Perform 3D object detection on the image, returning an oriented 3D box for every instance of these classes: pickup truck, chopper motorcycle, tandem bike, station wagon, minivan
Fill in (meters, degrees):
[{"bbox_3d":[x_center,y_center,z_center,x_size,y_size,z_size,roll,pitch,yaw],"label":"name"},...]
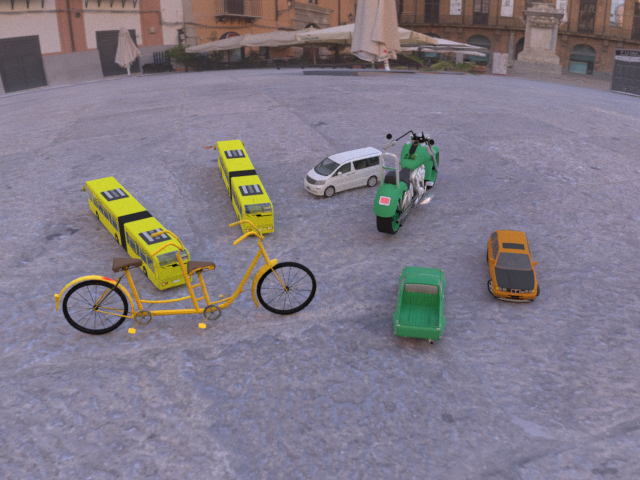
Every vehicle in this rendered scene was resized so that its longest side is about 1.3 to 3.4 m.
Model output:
[{"bbox_3d":[1.289,0.749,8.960,0.640,0.511,1.603,4,27,9],"label":"pickup truck"},{"bbox_3d":[1.539,-1.182,11.737,0.906,1.480,3.040,11,28,20],"label":"chopper motorcycle"},{"bbox_3d":[-1.613,0.480,8.588,3.192,1.326,0.550,-5,27,-10],"label":"tandem bike"},{"bbox_3d":[2.705,0.309,9.883,0.682,0.473,1.597,4,27,9],"label":"station wagon"},{"bbox_3d":[0.451,-1.262,12.864,1.548,0.616,0.681,-15,30,-28],"label":"minivan"}]

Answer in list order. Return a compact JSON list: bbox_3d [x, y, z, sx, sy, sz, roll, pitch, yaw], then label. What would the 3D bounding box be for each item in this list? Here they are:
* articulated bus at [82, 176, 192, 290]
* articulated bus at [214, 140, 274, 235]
[{"bbox_3d":[-2.874,-0.197,10.795,0.605,0.561,3.401,-16,31,-29],"label":"articulated bus"},{"bbox_3d":[-1.378,-1.016,12.431,0.605,0.561,3.401,-7,27,-13],"label":"articulated bus"}]
